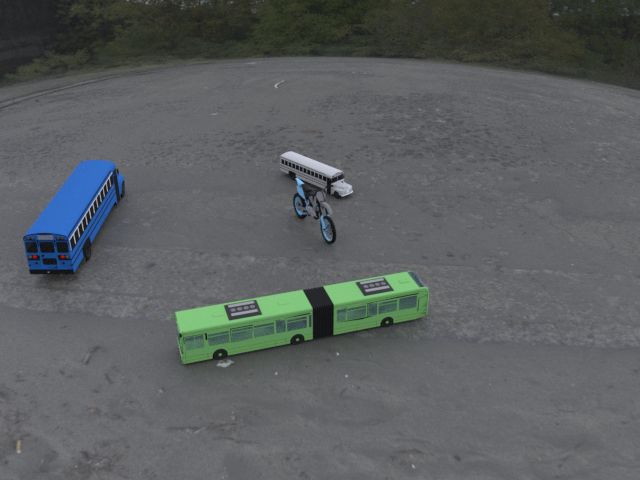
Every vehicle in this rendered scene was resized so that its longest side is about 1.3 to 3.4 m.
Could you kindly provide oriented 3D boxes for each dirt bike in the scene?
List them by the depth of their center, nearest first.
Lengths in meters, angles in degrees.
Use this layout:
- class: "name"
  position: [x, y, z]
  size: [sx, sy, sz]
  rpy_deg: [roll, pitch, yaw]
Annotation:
- class: "dirt bike"
  position: [-0.097, -0.551, 11.729]
  size: [0.527, 0.857, 1.493]
  rpy_deg: [-14, 32, -24]

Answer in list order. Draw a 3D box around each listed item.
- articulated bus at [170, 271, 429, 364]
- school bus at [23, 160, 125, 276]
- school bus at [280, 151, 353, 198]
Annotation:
- class: "articulated bus"
  position: [-0.213, 0.992, 9.257]
  size: [3.401, 0.561, 0.605]
  rpy_deg: [-9, 30, -15]
- class: "school bus"
  position: [-3.973, -0.521, 11.688]
  size: [0.709, 0.844, 3.322]
  rpy_deg: [0, 29, 0]
- class: "school bus"
  position: [-0.076, -1.259, 13.438]
  size: [0.365, 0.434, 1.708]
  rpy_deg: [-26, 38, -38]
